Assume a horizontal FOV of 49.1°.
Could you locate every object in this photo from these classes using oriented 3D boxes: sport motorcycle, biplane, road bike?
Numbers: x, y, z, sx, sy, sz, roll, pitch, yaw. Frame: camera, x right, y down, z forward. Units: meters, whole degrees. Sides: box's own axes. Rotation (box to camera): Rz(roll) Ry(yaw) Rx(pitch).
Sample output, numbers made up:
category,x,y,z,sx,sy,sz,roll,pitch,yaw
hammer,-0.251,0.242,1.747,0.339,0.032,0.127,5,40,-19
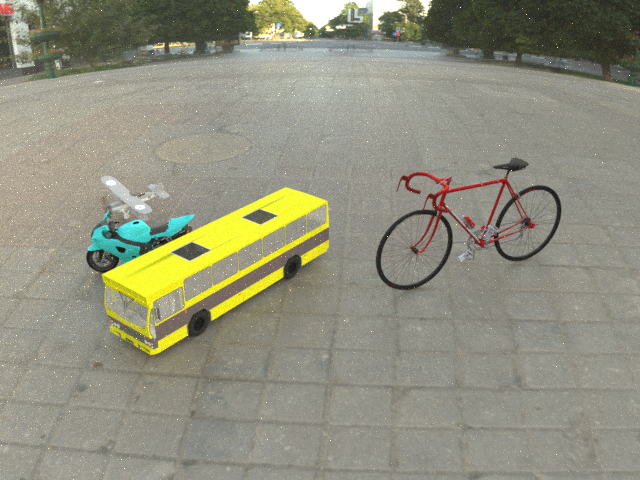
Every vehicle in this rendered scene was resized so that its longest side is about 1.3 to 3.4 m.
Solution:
category,x,y,z,sx,sy,sz,roll,pitch,yaw
sport motorcycle,-2.473,0.033,9.679,1.520,0.821,0.506,-5,28,-9
biplane,-2.977,-0.652,11.319,1.090,0.504,1.336,-24,36,-37
road bike,2.076,-0.262,9.344,3.004,1.656,0.697,-12,30,-22

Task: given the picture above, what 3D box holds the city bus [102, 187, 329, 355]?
category,x,y,z,sx,sy,sz,roll,pitch,yaw
city bus,-1.188,0.312,9.072,0.926,0.894,3.255,20,34,33
